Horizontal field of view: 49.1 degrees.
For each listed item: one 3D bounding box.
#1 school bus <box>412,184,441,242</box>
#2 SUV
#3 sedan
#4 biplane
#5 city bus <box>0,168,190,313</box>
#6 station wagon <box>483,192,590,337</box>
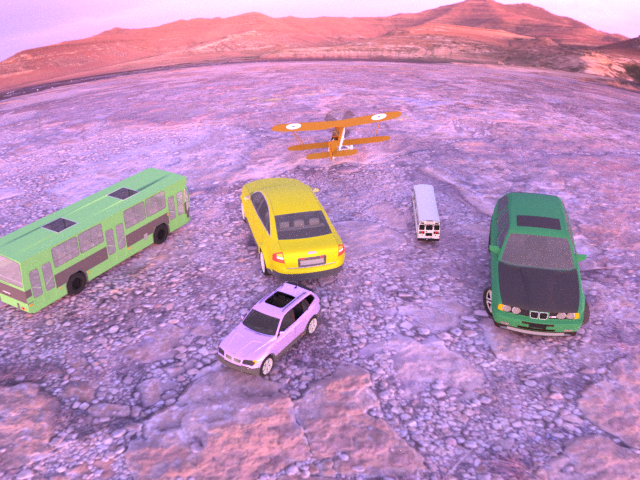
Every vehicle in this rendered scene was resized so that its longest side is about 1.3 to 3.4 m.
[{"bbox_3d":[1.750,-0.502,11.652,0.365,0.434,1.708,2,28,3],"label":"school bus"},{"bbox_3d":[-0.594,1.045,8.590,0.656,0.580,1.572,17,32,28],"label":"SUV"},{"bbox_3d":[-0.504,-0.382,10.888,1.235,0.940,3.137,-7,29,-13],"label":"sedan"},{"bbox_3d":[0.275,-1.975,13.836,2.598,0.981,2.120,3,28,6],"label":"biplane"},{"bbox_3d":[-3.279,-0.068,10.347,0.926,0.894,3.255,15,32,27],"label":"city bus"},{"bbox_3d":[3.010,0.180,9.853,1.327,0.920,3.105,6,29,11],"label":"station wagon"}]
